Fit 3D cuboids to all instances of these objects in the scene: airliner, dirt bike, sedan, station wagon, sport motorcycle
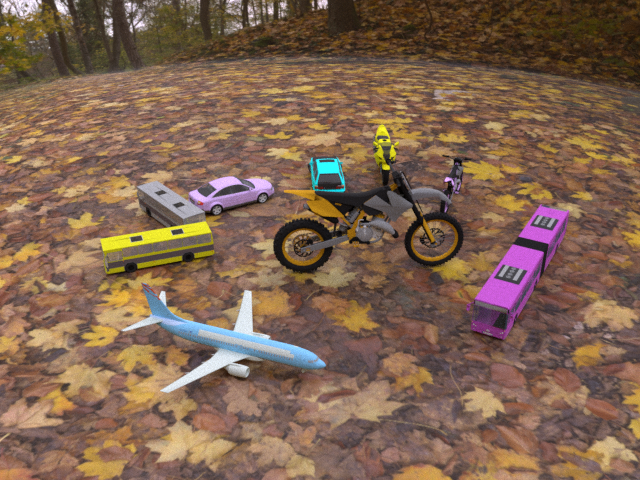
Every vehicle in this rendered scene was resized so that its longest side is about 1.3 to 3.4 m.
[{"bbox_3d":[-1.124,1.107,8.731,2.541,0.835,2.257,10,30,17],"label":"airliner"},{"bbox_3d":[2.401,-1.053,12.666,0.527,0.857,1.493,11,31,20],"label":"dirt bike"},{"bbox_3d":[-1.599,-0.883,12.744,1.613,0.483,0.635,-17,33,-28],"label":"sedan"},{"bbox_3d":[0.132,-1.333,13.580,0.682,0.473,1.597,-2,29,-3],"label":"station wagon"},{"bbox_3d":[1.265,-1.705,13.897,0.506,0.821,1.520,0,29,0],"label":"sport motorcycle"},{"bbox_3d":[0.743,-0.293,10.429,2.903,1.666,1.024,-2,29,-4],"label":"dirt bike"}]

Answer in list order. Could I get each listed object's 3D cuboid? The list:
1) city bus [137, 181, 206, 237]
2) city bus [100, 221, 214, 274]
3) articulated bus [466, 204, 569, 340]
[{"bbox_3d":[-2.574,-0.507,12.080,0.476,0.460,1.674,-22,35,-34],"label":"city bus"},{"bbox_3d":[-2.523,0.129,10.914,1.674,0.460,0.476,-10,30,-18],"label":"city bus"},{"bbox_3d":[3.032,0.361,10.383,0.605,0.561,3.401,16,32,26],"label":"articulated bus"}]
